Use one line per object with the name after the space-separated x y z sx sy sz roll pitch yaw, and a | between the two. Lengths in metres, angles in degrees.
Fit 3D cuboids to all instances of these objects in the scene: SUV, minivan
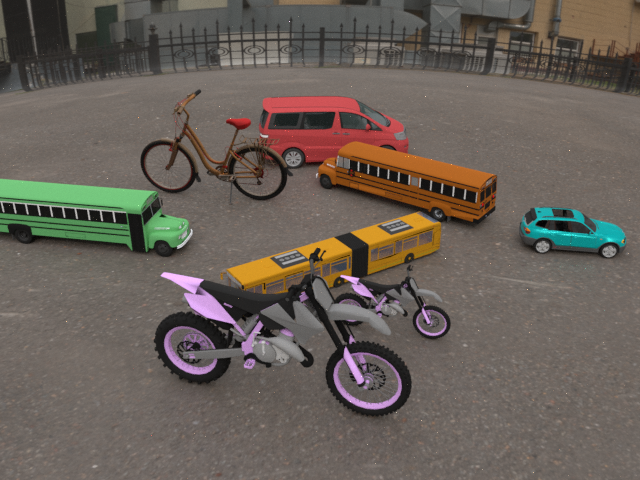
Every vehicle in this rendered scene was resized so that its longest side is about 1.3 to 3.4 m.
3.870 -0.151 10.730 1.572 0.580 0.656 4 28 8 | SUV
0.279 -2.212 14.023 3.011 1.197 1.324 -2 28 -4 | minivan

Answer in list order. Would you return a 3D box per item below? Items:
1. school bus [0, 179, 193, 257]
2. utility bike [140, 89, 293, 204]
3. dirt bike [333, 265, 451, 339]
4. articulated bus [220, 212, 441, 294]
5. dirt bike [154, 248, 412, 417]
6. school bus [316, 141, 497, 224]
-3.645 -0.380 10.883 3.322 0.844 0.709 5 28 10 | school bus
-1.851 -1.527 12.011 2.791 1.839 1.039 5 28 9 | utility bike
0.883 0.772 8.655 1.493 0.857 0.527 8 29 15 | dirt bike
0.272 0.281 9.920 3.401 0.561 0.605 -17 32 -29 | articulated bus
-0.453 0.989 7.361 2.903 1.666 1.024 8 28 14 | dirt bike
1.394 -1.056 12.184 3.322 0.844 0.709 19 33 32 | school bus
